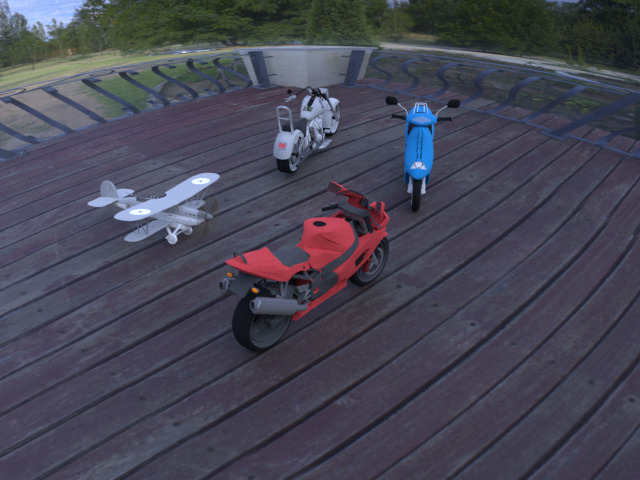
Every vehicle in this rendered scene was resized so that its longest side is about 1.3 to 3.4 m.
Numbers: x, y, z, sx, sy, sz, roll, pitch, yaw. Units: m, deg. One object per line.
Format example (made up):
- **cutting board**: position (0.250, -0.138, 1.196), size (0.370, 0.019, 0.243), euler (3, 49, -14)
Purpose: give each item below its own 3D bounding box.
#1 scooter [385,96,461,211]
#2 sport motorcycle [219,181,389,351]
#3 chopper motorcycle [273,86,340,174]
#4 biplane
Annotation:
- **scooter**: position (1.808, -1.831, 12.736), size (1.288, 1.786, 2.721), euler (4, 31, 7)
- **sport motorcycle**: position (-0.047, 0.322, 9.290), size (0.983, 1.596, 2.955), euler (26, 40, 37)
- **chopper motorcycle**: position (-0.187, -2.416, 14.022), size (0.906, 1.480, 3.040), euler (11, 32, 17)
- **biplane**: position (-2.647, -0.539, 11.345), size (2.120, 0.981, 2.598), euler (12, 33, 19)
